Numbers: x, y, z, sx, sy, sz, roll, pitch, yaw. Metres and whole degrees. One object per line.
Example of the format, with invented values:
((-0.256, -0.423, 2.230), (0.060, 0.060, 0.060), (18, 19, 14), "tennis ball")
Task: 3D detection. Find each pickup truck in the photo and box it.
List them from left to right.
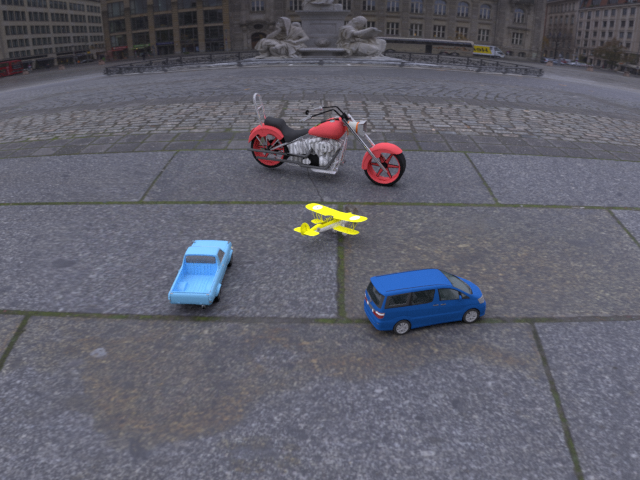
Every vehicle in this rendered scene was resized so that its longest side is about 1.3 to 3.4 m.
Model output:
((-1.618, 0.394, 9.633), (0.640, 0.511, 1.603), (2, 28, 3), "pickup truck")

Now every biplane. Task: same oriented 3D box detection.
((0.113, -0.255, 10.887), (1.090, 0.504, 1.336), (-21, 34, -35), "biplane")

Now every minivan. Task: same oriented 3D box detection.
((1.353, 0.725, 8.884), (1.548, 0.616, 0.681), (-8, 28, -14), "minivan")

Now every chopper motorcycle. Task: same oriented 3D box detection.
((0.093, -1.859, 12.910), (3.040, 1.480, 0.906), (9, 29, 17), "chopper motorcycle")
